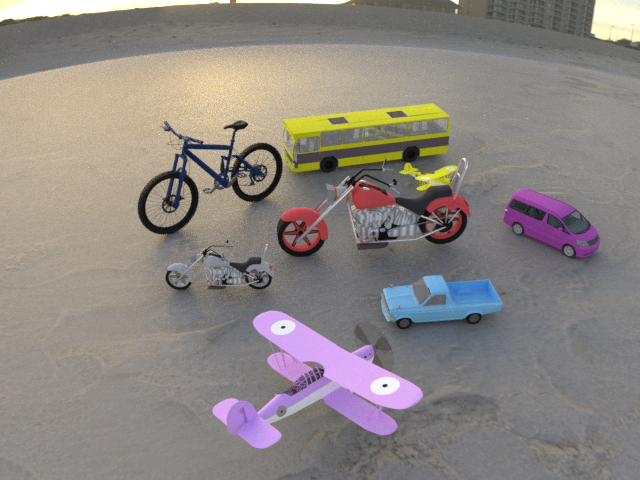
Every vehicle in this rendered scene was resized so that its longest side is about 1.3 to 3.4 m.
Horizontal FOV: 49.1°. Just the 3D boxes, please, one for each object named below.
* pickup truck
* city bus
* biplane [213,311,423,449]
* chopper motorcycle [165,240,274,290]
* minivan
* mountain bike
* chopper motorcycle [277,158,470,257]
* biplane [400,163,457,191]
[{"bbox_3d":[1.648,0.794,9.551,1.603,0.511,0.640,-4,31,-6],"label":"pickup truck"},{"bbox_3d":[0.920,-2.012,13.920,3.255,0.894,0.926,-9,32,-14],"label":"city bus"},{"bbox_3d":[-0.144,1.606,7.717,2.120,0.981,2.598,-23,38,-34],"label":"biplane"},{"bbox_3d":[-1.441,0.379,10.008,1.563,0.761,0.466,1,31,2],"label":"chopper motorcycle"},{"bbox_3d":[3.747,-0.285,11.272,0.681,0.616,1.548,-25,38,-35],"label":"minivan"},{"bbox_3d":[-1.779,-1.154,11.689,2.857,1.688,1.114,-24,38,-34],"label":"mountain bike"},{"bbox_3d":[0.845,-0.503,10.793,3.040,1.480,0.906,-4,31,-6],"label":"chopper motorcycle"},{"bbox_3d":[2.008,-1.143,12.833,1.090,0.504,1.336,23,37,33],"label":"biplane"}]
